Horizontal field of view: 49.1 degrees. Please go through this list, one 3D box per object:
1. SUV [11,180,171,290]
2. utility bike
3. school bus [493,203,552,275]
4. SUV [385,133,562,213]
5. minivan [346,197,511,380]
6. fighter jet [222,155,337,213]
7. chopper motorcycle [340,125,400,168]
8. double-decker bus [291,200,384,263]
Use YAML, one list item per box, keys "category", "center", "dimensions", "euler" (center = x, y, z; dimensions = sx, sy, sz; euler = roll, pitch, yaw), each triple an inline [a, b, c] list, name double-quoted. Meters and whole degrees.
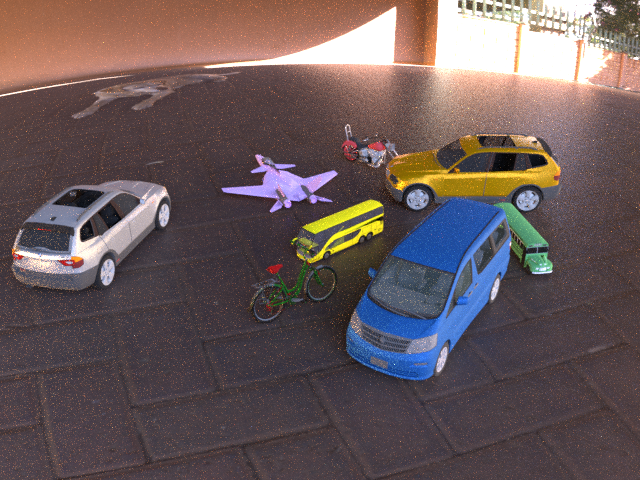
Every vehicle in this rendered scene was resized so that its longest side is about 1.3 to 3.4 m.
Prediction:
- category: "SUV"
  center: [-3.369, -0.298, 10.611]
  dimensions: [1.276, 1.128, 3.058]
  euler: [6, 29, 12]
- category: "utility bike"
  center: [-0.379, 0.526, 9.261]
  dimensions: [1.435, 0.946, 0.535]
  euler: [-19, 33, -31]
- category: "school bus"
  center: [3.115, -0.032, 10.849]
  dimensions: [0.365, 0.434, 1.708]
  euler: [-4, 28, -7]
- category: "SUV"
  center: [2.688, -1.247, 12.386]
  dimensions: [3.058, 1.128, 1.276]
  euler: [1, 28, 1]
- category: "minivan"
  center: [1.473, 0.528, 8.993]
  dimensions: [1.324, 1.197, 3.011]
  euler: [16, 32, 28]
- category: "fighter jet"
  center: [-0.803, -1.307, 13.104]
  dimensions: [2.229, 0.557, 2.640]
  euler: [-11, 30, -20]
- category: "chopper motorcycle"
  center: [1.095, -1.758, 13.732]
  dimensions: [1.563, 0.761, 0.466]
  euler: [19, 34, 32]
- category: "double-decker bus"
  center: [0.317, -0.134, 10.927]
  dimensions: [1.672, 0.541, 0.389]
  euler: [-23, 36, -36]
